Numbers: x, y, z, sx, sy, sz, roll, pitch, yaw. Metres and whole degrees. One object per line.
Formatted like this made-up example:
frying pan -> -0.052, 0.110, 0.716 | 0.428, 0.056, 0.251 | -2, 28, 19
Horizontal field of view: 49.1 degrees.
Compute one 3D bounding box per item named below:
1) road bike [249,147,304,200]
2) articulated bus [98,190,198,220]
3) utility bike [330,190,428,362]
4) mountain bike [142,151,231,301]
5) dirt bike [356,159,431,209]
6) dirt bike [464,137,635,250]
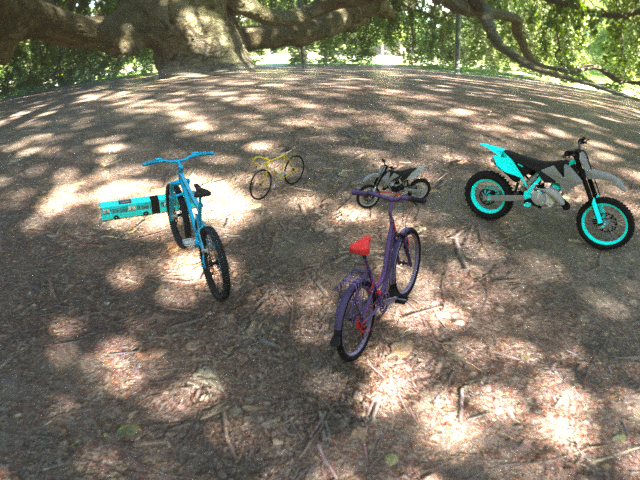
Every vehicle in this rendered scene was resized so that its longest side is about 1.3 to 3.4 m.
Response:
road bike -> -0.811, -1.324, 13.431 | 0.358, 0.852, 1.545 | 21, 34, 34
articulated bus -> -3.103, -0.634, 12.719 | 1.749, 0.289, 0.311 | -9, 29, -17
utility bike -> 0.723, 0.322, 9.225 | 1.039, 1.839, 2.791 | 14, 31, 25
mountain bike -> -1.910, -0.300, 10.574 | 1.114, 1.688, 2.857 | -13, 30, -24
dirt bike -> 1.373, -1.034, 12.872 | 1.493, 0.857, 0.527 | -9, 29, -16
dirt bike -> 3.802, -0.861, 11.669 | 2.903, 1.666, 1.024 | 18, 33, 31
